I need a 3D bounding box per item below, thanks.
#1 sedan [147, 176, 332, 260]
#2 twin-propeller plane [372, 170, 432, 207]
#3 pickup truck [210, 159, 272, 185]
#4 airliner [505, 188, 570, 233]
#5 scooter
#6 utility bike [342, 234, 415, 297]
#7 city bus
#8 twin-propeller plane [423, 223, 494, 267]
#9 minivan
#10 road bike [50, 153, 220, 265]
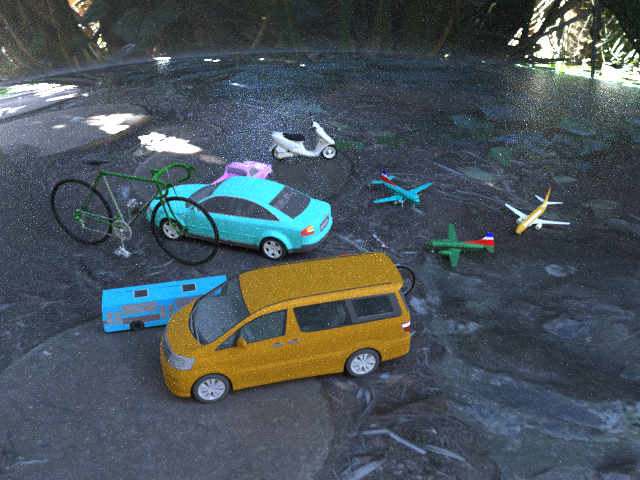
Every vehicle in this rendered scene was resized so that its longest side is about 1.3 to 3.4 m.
[{"bbox_3d":[-1.357,-0.502,11.406,3.137,0.940,1.235,10,31,17],"label":"sedan"},{"bbox_3d":[1.449,-0.924,12.693,1.370,0.407,1.095,-19,35,-30],"label":"twin-propeller plane"},{"bbox_3d":[-1.501,-1.120,12.936,0.640,0.511,1.603,13,32,22],"label":"pickup truck"},{"bbox_3d":[3.632,-0.478,11.883,1.161,0.429,1.307,21,36,33],"label":"airliner"},{"bbox_3d":[-0.337,-2.046,14.157,1.399,0.919,0.662,-1,30,-2],"label":"scooter"},{"bbox_3d":[0.639,0.438,9.739,1.435,0.946,0.535,-6,30,-10],"label":"utility bike"},{"bbox_3d":[-2.062,0.874,9.462,1.674,0.460,0.476,-7,30,-11],"label":"city bus"},{"bbox_3d":[2.179,0.041,10.987,1.095,0.407,1.370,4,30,6],"label":"twin-propeller plane"},{"bbox_3d":[-0.436,0.990,8.508,3.011,1.197,1.324,-7,30,-13],"label":"minivan"},{"bbox_3d":[-2.901,-0.499,10.674,3.004,1.656,0.697,10,31,17],"label":"road bike"}]
